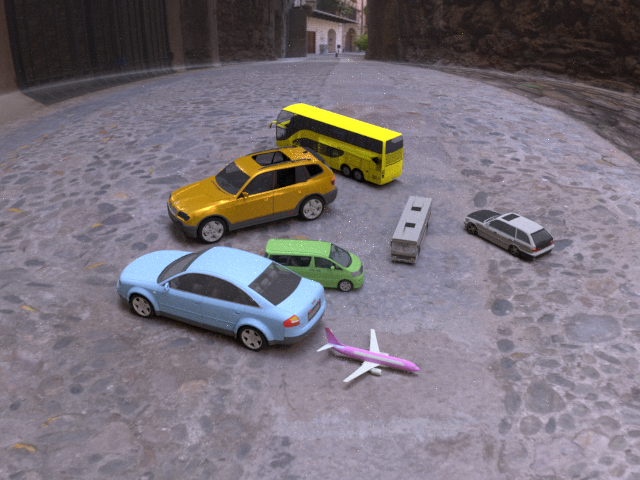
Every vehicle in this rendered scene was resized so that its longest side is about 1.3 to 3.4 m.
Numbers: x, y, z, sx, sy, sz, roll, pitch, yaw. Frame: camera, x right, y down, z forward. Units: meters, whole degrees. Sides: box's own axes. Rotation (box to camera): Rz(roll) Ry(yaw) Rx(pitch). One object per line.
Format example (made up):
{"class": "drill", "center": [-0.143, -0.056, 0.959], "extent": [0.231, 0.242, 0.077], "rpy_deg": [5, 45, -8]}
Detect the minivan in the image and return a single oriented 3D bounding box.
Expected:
{"class": "minivan", "center": [-0.092, 0.361, 10.717], "extent": [1.548, 0.616, 0.681], "rpy_deg": [2, 29, 4]}

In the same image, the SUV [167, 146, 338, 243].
{"class": "SUV", "center": [-1.189, -0.899, 12.481], "extent": [3.058, 1.128, 1.276], "rpy_deg": [-14, 32, -23]}

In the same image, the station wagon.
{"class": "station wagon", "center": [3.176, -0.194, 11.876], "extent": [0.682, 0.473, 1.597], "rpy_deg": [-20, 34, -31]}

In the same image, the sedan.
{"class": "sedan", "center": [-1.454, 0.642, 9.869], "extent": [3.137, 0.940, 1.235], "rpy_deg": [12, 31, 21]}

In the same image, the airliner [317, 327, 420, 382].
{"class": "airliner", "center": [0.649, 1.421, 8.981], "extent": [1.307, 0.429, 1.161], "rpy_deg": [10, 30, 18]}

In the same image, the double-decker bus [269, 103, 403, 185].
{"class": "double-decker bus", "center": [0.304, -2.067, 14.687], "extent": [3.251, 1.052, 0.756], "rpy_deg": [25, 37, 38]}

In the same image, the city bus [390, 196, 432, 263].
{"class": "city bus", "center": [1.566, -0.185, 11.873], "extent": [0.476, 0.460, 1.674], "rpy_deg": [8, 30, 14]}
